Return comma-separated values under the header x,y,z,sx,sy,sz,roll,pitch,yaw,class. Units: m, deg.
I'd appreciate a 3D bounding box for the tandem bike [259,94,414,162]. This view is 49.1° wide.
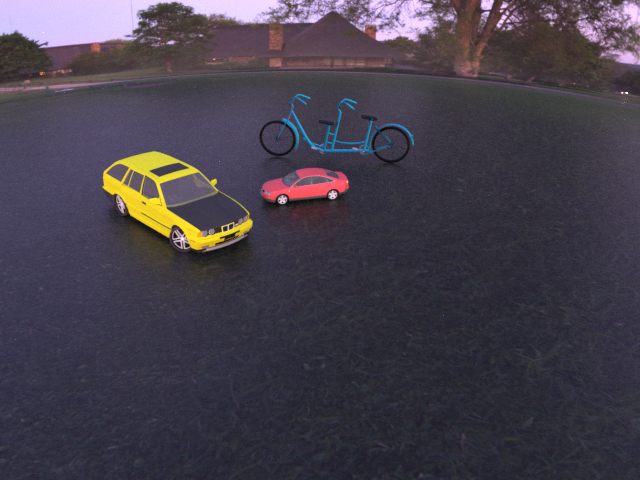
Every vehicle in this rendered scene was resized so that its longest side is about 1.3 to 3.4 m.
x,y,z,sx,sy,sz,roll,pitch,yaw,class
0.314,-2.257,14.223,3.192,1.326,0.550,4,27,8,tandem bike

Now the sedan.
x,y,z,sx,sy,sz,roll,pitch,yaw,class
-0.278,-1.014,12.683,1.613,0.483,0.635,-7,27,-13,sedan

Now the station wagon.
x,y,z,sx,sy,sz,roll,pitch,yaw,class
-2.428,-0.737,11.642,1.327,0.920,3.105,-23,34,-38,station wagon
